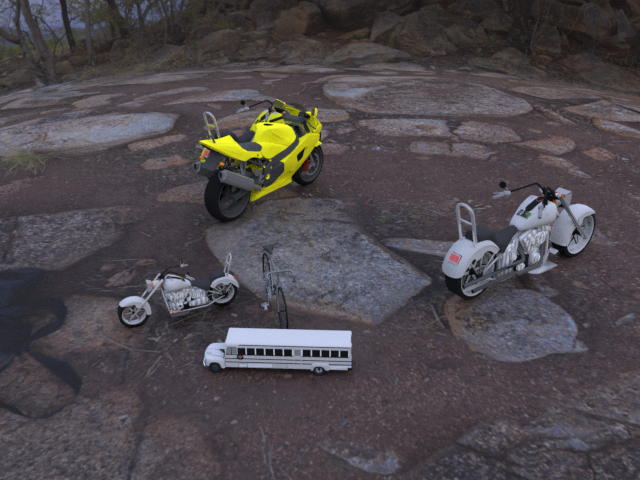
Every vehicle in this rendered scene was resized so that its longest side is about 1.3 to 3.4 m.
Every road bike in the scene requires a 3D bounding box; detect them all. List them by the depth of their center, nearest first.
[{"bbox_3d":[-0.588,0.554,8.974,0.358,0.852,1.545,-7,28,-13],"label":"road bike"}]

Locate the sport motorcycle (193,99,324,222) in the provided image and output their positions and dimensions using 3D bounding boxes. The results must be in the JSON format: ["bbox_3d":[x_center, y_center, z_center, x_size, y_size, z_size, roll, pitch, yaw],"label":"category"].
[{"bbox_3d":[-0.906,-1.396,12.021,0.983,1.596,2.955,20,33,34],"label":"sport motorcycle"}]

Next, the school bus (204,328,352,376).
[{"bbox_3d":[-0.482,1.266,8.024,1.708,0.434,0.365,1,27,2],"label":"school bus"}]

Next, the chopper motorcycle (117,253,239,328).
[{"bbox_3d":[-1.800,0.634,8.917,1.563,0.761,0.466,-11,29,-21],"label":"chopper motorcycle"}]

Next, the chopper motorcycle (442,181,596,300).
[{"bbox_3d":[2.872,-0.149,9.673,3.040,1.480,0.906,-19,32,-32],"label":"chopper motorcycle"}]

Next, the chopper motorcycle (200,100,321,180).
[{"bbox_3d":[-1.053,-2.024,13.397,0.906,1.480,3.040,21,34,36],"label":"chopper motorcycle"}]
